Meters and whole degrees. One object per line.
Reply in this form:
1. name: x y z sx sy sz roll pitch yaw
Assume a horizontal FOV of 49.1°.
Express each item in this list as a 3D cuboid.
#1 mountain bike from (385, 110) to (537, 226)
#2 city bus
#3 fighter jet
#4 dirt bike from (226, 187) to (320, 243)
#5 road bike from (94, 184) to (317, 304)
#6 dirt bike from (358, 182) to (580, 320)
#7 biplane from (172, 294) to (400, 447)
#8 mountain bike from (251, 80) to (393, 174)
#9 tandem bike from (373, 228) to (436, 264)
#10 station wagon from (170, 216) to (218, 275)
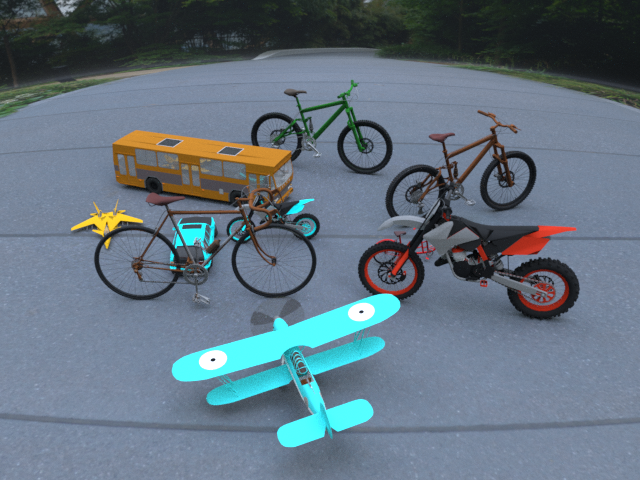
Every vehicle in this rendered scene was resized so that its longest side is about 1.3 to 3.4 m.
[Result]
1. mountain bike: 2.412 -1.131 11.623 2.857 1.688 1.114 -10 30 -18
2. city bus: -2.136 -1.271 12.716 3.255 0.894 0.926 10 30 18
3. fighter jet: -3.498 -0.257 11.478 1.147 0.286 1.358 -7 29 -13
4. dirt bike: -0.739 -0.352 11.054 1.493 0.857 0.527 -4 29 -7
5. road bike: -1.549 0.090 9.398 3.004 1.656 0.697 -1 28 -1
6. dirt bike: 1.938 0.214 9.157 2.903 1.666 1.024 6 29 10
7. biplane: -0.245 1.444 7.603 2.598 0.981 2.120 -9 30 -16
8. mountain bike: 0.004 -2.153 13.512 2.857 1.688 1.114 7 29 13
9. tandem bike: 1.547 -0.013 10.613 1.642 0.682 0.283 -8 29 -14
10. station wagon: -1.958 -0.018 10.840 0.682 0.473 1.597 -2 28 -4
